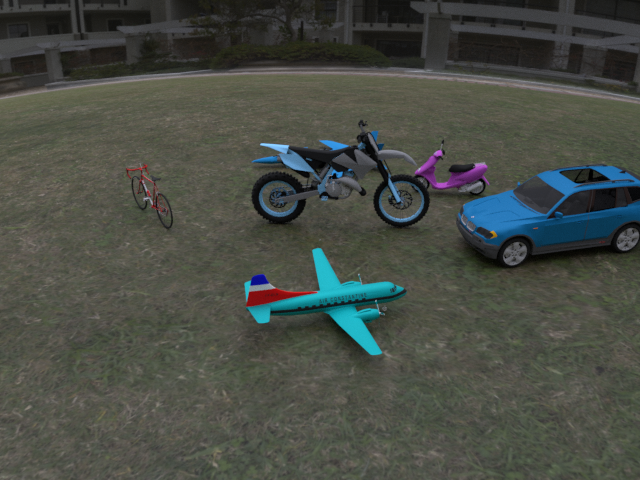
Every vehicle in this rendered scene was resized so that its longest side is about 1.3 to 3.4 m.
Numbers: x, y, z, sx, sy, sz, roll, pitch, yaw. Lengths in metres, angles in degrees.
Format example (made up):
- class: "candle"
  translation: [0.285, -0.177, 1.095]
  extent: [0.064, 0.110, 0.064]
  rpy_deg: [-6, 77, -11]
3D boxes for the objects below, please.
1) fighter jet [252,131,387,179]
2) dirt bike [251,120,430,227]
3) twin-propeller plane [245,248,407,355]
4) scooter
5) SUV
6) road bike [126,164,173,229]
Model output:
- class: "fighter jet"
  translation: [-0.050, -1.756, 13.967]
  extent: [2.640, 0.557, 2.229]
  rpy_deg: [-2, 27, -4]
- class: "dirt bike"
  translation: [0.323, -0.998, 11.217]
  extent: [2.903, 1.666, 1.024]
  rpy_deg: [2, 27, 4]
- class: "twin-propeller plane"
  translation: [0.113, 0.671, 8.864]
  extent: [2.129, 0.792, 2.663]
  rpy_deg: [-7, 27, -13]
- class: "scooter"
  translation: [2.351, -1.263, 12.580]
  extent: [1.399, 0.919, 0.662]
  rpy_deg: [3, 27, 7]
- class: "SUV"
  translation: [3.641, -0.456, 10.738]
  extent: [3.058, 1.128, 1.276]
  rpy_deg: [-7, 27, -13]
- class: "road bike"
  translation: [-2.820, -0.756, 11.644]
  extent: [0.358, 0.852, 1.545]
  rpy_deg: [-19, 32, -33]
